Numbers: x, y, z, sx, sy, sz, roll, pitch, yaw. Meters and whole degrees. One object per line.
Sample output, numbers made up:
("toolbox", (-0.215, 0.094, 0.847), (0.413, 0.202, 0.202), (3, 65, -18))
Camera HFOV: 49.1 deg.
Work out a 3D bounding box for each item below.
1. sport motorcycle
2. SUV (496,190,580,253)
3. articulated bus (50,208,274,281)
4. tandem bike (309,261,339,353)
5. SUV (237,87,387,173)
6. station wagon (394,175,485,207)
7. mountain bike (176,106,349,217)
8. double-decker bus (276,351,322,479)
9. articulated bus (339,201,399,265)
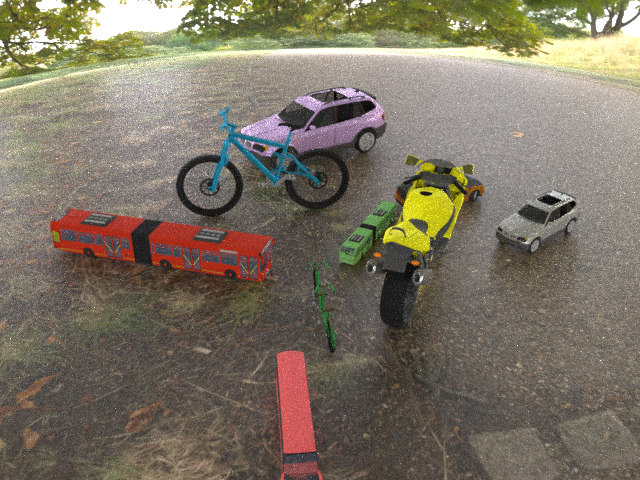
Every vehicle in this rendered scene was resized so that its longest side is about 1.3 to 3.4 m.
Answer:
("sport motorcycle", (1.383, -0.076, 9.506), (0.983, 1.596, 2.955), (11, 32, 19))
("SUV", (3.439, -0.330, 10.978), (1.572, 0.580, 0.656), (-22, 37, -34))
("articulated bus", (-2.342, 0.056, 10.319), (3.401, 0.561, 0.605), (8, 31, 14))
("tandem bike", (0.043, 0.766, 8.951), (0.283, 0.682, 1.642), (-4, 30, -7))
("SUV", (-0.136, -2.252, 13.801), (3.058, 1.128, 1.276), (-17, 34, -27))
("station wagon", (2.091, -0.890, 12.069), (1.597, 0.473, 0.682), (-14, 32, -23))
("mountain bike", (-0.926, -1.211, 11.406), (2.857, 1.688, 1.114), (-4, 30, -7))
("double-decker bus", (-0.251, 1.856, 7.179), (0.389, 0.541, 1.672), (-3, 30, -5))
("articulated bus", (0.775, -0.137, 10.934), (0.311, 0.289, 1.749), (14, 32, 23))
